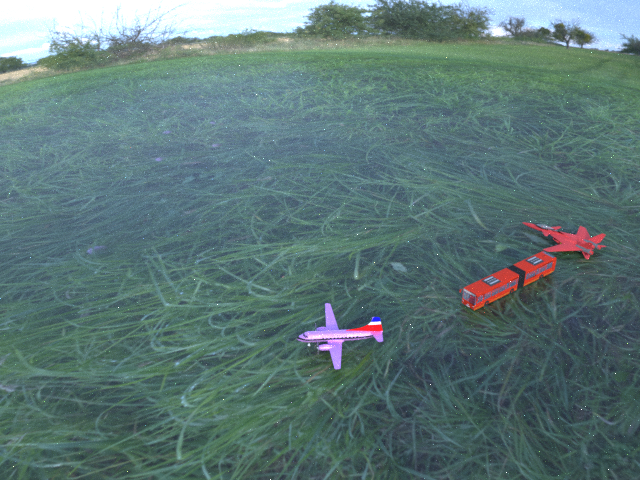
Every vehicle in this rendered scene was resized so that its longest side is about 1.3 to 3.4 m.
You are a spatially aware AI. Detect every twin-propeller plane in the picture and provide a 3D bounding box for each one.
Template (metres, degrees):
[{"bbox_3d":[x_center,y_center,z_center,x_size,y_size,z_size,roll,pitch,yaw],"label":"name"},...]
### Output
[{"bbox_3d":[0.251,1.160,8.837,1.095,0.407,1.370,-2,29,-4],"label":"twin-propeller plane"}]

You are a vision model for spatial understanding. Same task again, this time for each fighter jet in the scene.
[{"bbox_3d":[3.847,-0.125,11.247,1.147,0.286,1.358,-25,38,-36],"label":"fighter jet"}]

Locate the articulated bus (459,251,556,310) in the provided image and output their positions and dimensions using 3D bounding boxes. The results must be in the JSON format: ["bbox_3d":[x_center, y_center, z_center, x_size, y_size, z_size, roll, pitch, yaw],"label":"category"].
[{"bbox_3d":[2.719,0.565,10.016,1.749,0.289,0.311,-20,35,-31],"label":"articulated bus"}]
